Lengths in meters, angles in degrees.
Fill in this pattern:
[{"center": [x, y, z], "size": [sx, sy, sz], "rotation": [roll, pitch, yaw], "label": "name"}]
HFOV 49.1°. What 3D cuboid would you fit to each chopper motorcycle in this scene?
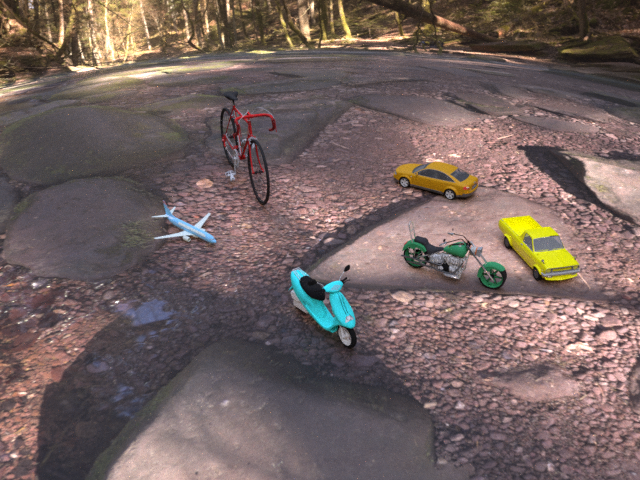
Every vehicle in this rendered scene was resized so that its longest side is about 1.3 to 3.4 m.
[{"center": [1.943, 0.217, 10.154], "size": [1.563, 0.761, 0.466], "rotation": [14, 32, 23], "label": "chopper motorcycle"}]

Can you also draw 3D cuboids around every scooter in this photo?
[{"center": [0.024, 0.743, 9.050], "size": [0.662, 0.919, 1.399], "rotation": [-20, 35, -32], "label": "scooter"}]

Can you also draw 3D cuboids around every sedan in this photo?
[{"center": [2.123, -1.177, 12.938], "size": [1.613, 0.483, 0.635], "rotation": [18, 34, 29], "label": "sedan"}]

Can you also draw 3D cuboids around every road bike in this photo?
[{"center": [-1.432, -1.819, 12.884], "size": [0.696, 1.656, 3.004], "rotation": [-11, 31, -19], "label": "road bike"}]

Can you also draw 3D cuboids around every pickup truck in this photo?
[{"center": [3.322, 0.054, 10.702], "size": [0.640, 0.511, 1.603], "rotation": [-6, 30, -11], "label": "pickup truck"}]

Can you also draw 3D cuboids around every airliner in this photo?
[{"center": [-2.137, -0.275, 11.375], "size": [1.307, 0.429, 1.161], "rotation": [23, 36, 35], "label": "airliner"}]
